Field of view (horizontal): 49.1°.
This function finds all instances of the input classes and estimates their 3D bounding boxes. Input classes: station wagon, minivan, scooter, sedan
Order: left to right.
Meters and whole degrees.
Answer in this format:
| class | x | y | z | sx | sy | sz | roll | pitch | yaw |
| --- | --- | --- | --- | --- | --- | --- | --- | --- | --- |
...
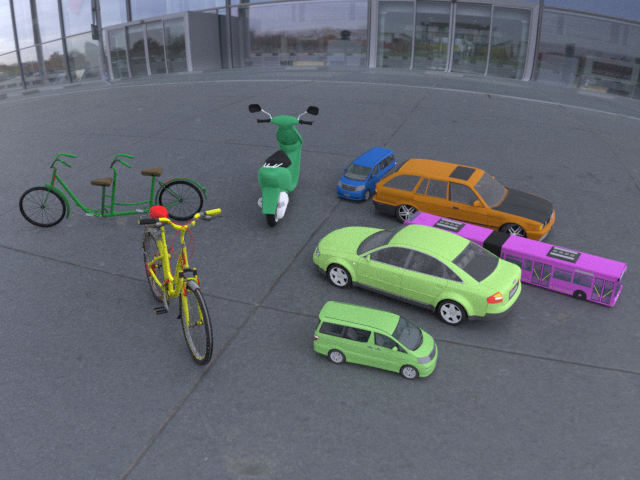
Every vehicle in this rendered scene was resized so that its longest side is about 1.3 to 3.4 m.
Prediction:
| class | x | y | z | sx | sy | sz | roll | pitch | yaw |
| --- | --- | --- | --- | --- | --- | --- | --- | --- | --- |
| scooter | -0.694 | -1.487 | 12.721 | 1.288 | 1.786 | 2.721 | 3 | 28 | 6 |
| minivan | 0.912 | -1.290 | 13.599 | 0.681 | 0.616 | 1.548 | 16 | 32 | 28 |
| minivan | 0.712 | 1.239 | 8.836 | 1.548 | 0.616 | 0.681 | 9 | 29 | 17 |
| sedan | 1.351 | 0.313 | 10.235 | 3.137 | 0.940 | 1.235 | 16 | 32 | 28 |
| station wagon | 2.521 | -0.747 | 12.251 | 3.105 | 0.920 | 1.327 | 13 | 31 | 23 |

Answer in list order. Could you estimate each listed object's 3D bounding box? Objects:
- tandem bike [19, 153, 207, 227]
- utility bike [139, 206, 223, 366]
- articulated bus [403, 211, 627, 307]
| class | x | y | z | sx | sy | sz | roll | pitch | yaw |
| --- | --- | --- | --- | --- | --- | --- | --- | --- | --- |
| tandem bike | -3.570 | -0.865 | 12.042 | 3.192 | 1.326 | 0.550 | -3 | 28 | -6 |
| utility bike | -1.876 | 0.319 | 9.265 | 1.039 | 1.839 | 2.791 | -14 | 31 | -25 |
| articulated bus | 2.891 | 0.241 | 10.773 | 3.401 | 0.561 | 0.605 | 16 | 32 | 28 |
